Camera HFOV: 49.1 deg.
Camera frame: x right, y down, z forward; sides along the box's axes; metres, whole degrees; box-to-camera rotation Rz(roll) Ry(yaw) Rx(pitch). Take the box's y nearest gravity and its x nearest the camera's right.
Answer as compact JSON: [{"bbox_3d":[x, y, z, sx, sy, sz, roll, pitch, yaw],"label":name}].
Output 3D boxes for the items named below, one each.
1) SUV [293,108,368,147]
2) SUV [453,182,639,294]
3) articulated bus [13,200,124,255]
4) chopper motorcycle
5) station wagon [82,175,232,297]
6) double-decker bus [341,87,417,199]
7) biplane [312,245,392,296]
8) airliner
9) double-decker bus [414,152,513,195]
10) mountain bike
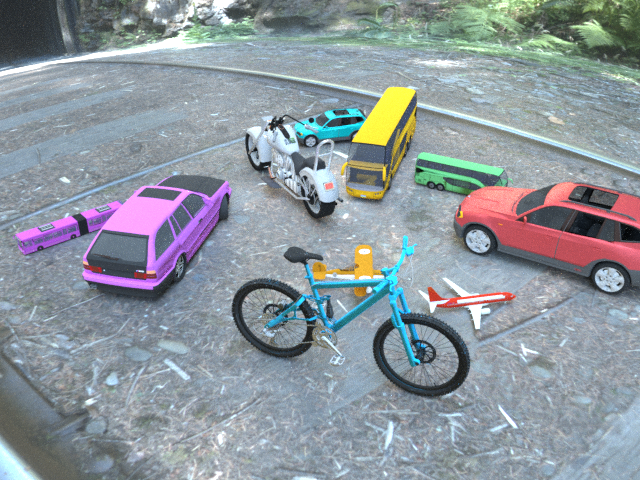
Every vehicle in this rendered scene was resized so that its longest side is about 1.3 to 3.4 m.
[{"bbox_3d":[0.238,-2.301,14.128,1.572,0.580,0.656,-7,32,-12],"label":"SUV"},{"bbox_3d":[3.494,-0.240,10.155,3.058,1.128,1.276,18,35,28],"label":"SUV"},{"bbox_3d":[-3.839,-0.212,10.925,1.749,0.289,0.311,-24,38,-34],"label":"articulated bus"},{"bbox_3d":[-0.560,-1.474,11.874,0.906,1.480,3.040,-16,34,-25],"label":"chopper motorcycle"},{"bbox_3d":[-2.322,-0.324,10.498,1.327,0.920,3.105,7,32,12],"label":"station wagon"},{"bbox_3d":[1.175,-1.815,12.858,0.756,1.052,3.251,9,32,14],"label":"double-decker bus"},{"bbox_3d":[0.440,0.445,9.619,1.090,0.504,1.336,2,31,3],"label":"biplane"},{"bbox_3d":[1.996,0.723,9.227,1.307,0.429,1.161,-6,32,-11],"label":"airliner"},{"bbox_3d":[2.467,-1.085,12.137,1.672,0.541,0.389,16,34,24],"label":"double-decker bus"},{"bbox_3d":[0.277,0.845,7.800,2.857,1.688,1.114,12,33,19],"label":"mountain bike"}]
